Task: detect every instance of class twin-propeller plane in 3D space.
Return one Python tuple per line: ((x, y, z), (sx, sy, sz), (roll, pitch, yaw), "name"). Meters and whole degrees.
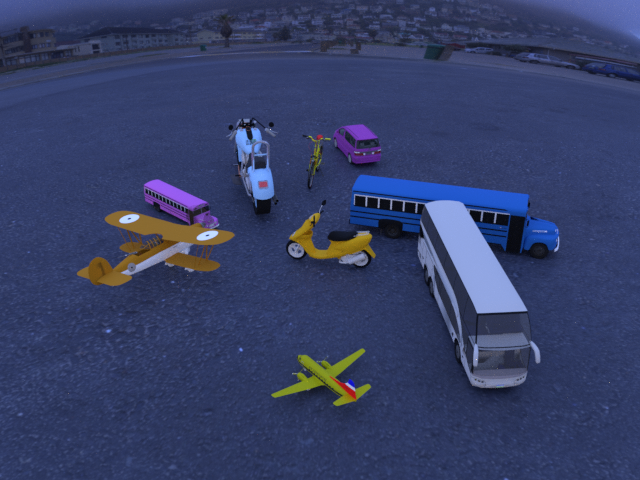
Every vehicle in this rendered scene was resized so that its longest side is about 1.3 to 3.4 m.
((0.065, 1.554, 8.119), (1.370, 0.407, 1.095), (-21, 35, -33), "twin-propeller plane")

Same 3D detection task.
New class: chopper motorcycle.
((-1.257, -1.579, 12.771), (0.906, 1.480, 3.040), (-6, 29, -11), "chopper motorcycle")

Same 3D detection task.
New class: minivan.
((0.753, -2.070, 14.583), (0.681, 0.616, 1.548), (-8, 30, -15), "minivan")

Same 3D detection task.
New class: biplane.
((-2.435, 0.168, 10.073), (2.598, 0.981, 2.120), (20, 34, 32), "biplane")

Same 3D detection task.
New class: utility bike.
((-0.037, -1.606, 13.381), (0.535, 0.946, 1.435), (4, 29, 8), "utility bike")

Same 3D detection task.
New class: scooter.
((0.151, -0.049, 10.539), (1.399, 0.919, 0.662), (7, 29, 13), "scooter")

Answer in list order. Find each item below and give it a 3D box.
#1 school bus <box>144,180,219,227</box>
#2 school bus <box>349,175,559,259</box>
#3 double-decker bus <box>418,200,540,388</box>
((-2.391, -0.590, 12.045), (1.708, 0.434, 0.365), (24, 37, 37), "school bus")
((2.158, -0.411, 11.284), (3.322, 0.844, 0.709), (8, 30, 15), "school bus")
((1.939, 0.615, 9.175), (0.756, 1.052, 3.251), (-2, 29, -4), "double-decker bus")
